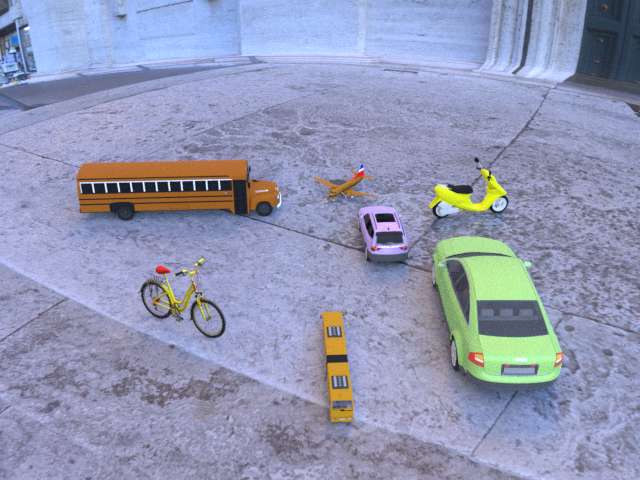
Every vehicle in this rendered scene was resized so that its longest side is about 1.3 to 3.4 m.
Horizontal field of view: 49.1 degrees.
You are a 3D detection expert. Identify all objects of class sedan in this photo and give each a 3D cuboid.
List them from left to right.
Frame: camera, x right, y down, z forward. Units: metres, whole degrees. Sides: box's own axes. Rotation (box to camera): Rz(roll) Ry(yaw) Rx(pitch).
[{"bbox_3d":[2.157,0.681,8.890,1.235,0.940,3.137,0,29,0],"label":"sedan"}]

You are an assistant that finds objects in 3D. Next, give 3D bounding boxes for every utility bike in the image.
[{"bbox_3d":[-1.757,0.674,8.896,1.435,0.946,0.535,16,33,26],"label":"utility bike"}]

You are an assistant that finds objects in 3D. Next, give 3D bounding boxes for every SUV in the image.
[{"bbox_3d":[0.967,-0.183,10.824,0.656,0.580,1.572,-2,29,-3],"label":"SUV"}]

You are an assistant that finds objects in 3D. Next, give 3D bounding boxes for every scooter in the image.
[{"bbox_3d":[2.508,-0.821,11.629,1.399,0.919,0.662,-5,29,-10],"label":"scooter"}]

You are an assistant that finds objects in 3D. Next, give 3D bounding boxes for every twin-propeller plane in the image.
[{"bbox_3d":[0.485,-1.013,12.503,1.370,0.407,1.095,20,35,32],"label":"twin-propeller plane"}]

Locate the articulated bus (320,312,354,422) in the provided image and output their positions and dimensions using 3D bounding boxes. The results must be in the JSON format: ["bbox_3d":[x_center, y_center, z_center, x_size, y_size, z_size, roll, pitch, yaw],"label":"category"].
[{"bbox_3d":[0.196,1.432,8.204,0.311,0.289,1.749,-1,29,-2],"label":"articulated bus"}]

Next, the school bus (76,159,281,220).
[{"bbox_3d":[-2.324,-0.875,11.802,3.322,0.844,0.709,-2,29,-3],"label":"school bus"}]
